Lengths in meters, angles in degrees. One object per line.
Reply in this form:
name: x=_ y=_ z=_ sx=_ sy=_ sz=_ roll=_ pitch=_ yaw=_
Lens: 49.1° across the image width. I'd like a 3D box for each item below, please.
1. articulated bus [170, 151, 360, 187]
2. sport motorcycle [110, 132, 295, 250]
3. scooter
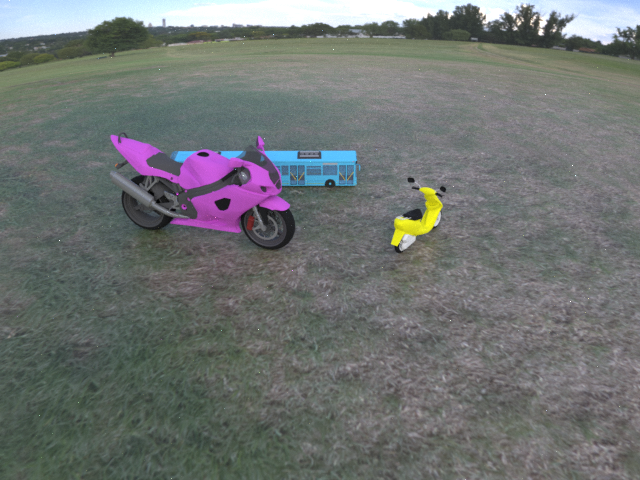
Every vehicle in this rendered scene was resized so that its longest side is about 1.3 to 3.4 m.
articulated bus: x=-0.997 y=-1.282 z=12.594 sx=3.401 sy=0.561 sz=0.605 roll=0 pitch=28 yaw=0
sport motorcycle: x=-1.766 y=-0.741 z=10.511 sx=2.955 sy=1.596 sz=0.983 roll=9 pitch=30 yaw=17
scooter: x=1.505 y=-0.402 z=10.597 sx=0.662 sy=0.919 sz=1.399 roll=20 pitch=34 yaw=32
